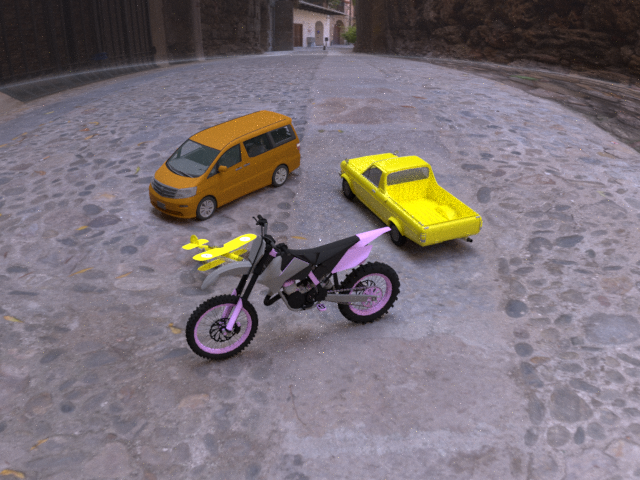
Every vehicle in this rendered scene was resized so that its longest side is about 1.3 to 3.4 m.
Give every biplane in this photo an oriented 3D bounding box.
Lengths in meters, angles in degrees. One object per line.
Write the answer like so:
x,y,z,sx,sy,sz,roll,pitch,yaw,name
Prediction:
-1.536,0.182,10.579,1.090,0.504,1.336,17,33,28,biplane

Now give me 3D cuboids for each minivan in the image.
-1.708,-1.410,12.732,1.324,1.197,3.011,23,36,35,minivan

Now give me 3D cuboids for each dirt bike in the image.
-0.269,0.565,8.692,2.903,1.666,1.024,-12,31,-20,dirt bike

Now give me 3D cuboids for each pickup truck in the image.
1.432,-0.820,11.879,1.244,0.993,3.117,-12,31,-20,pickup truck
